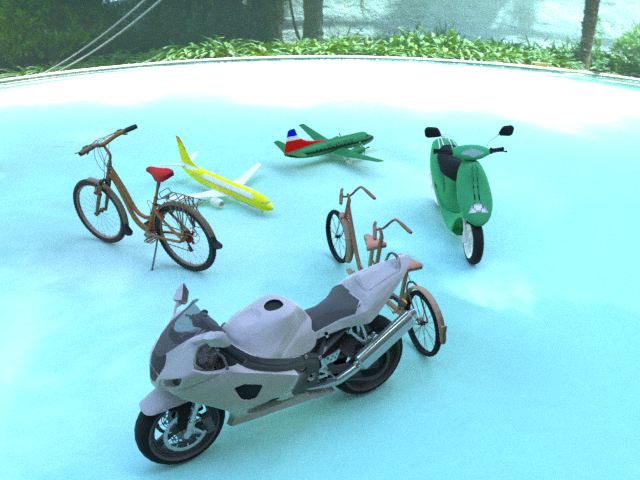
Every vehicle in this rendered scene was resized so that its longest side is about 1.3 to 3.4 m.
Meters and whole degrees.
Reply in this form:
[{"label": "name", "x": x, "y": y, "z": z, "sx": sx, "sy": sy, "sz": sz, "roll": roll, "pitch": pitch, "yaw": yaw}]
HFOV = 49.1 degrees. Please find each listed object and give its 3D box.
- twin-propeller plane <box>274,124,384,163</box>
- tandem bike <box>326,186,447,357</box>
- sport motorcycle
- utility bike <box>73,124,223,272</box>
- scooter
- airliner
[{"label": "twin-propeller plane", "x": 0.206, "y": -1.921, "z": 13.524, "sx": 2.129, "sy": 0.792, "sz": 2.663, "roll": -18, "pitch": 32, "yaw": -31}, {"label": "tandem bike", "x": 0.718, "y": 0.223, "z": 8.755, "sx": 0.550, "sy": 1.326, "sz": 3.192, "roll": -11, "pitch": 29, "yaw": -20}, {"label": "sport motorcycle", "x": -0.372, "y": 1.107, "z": 6.733, "sx": 2.955, "sy": 1.596, "sz": 0.983, "roll": -15, "pitch": 31, "yaw": -27}, {"label": "utility bike", "x": -2.551, "y": -0.522, "z": 9.647, "sx": 2.791, "sy": 1.839, "sz": 1.039, "roll": 15, "pitch": 31, "yaw": 27}, {"label": "scooter", "x": 2.092, "y": -0.950, "z": 10.540, "sx": 1.288, "sy": 1.786, "sz": 2.721, "roll": -2, "pitch": 27, "yaw": -4}, {"label": "airliner", "x": -1.675, "y": -1.107, "z": 11.889, "sx": 2.541, "sy": 0.835, "sz": 2.257, "roll": 23, "pitch": 35, "yaw": 38}]
